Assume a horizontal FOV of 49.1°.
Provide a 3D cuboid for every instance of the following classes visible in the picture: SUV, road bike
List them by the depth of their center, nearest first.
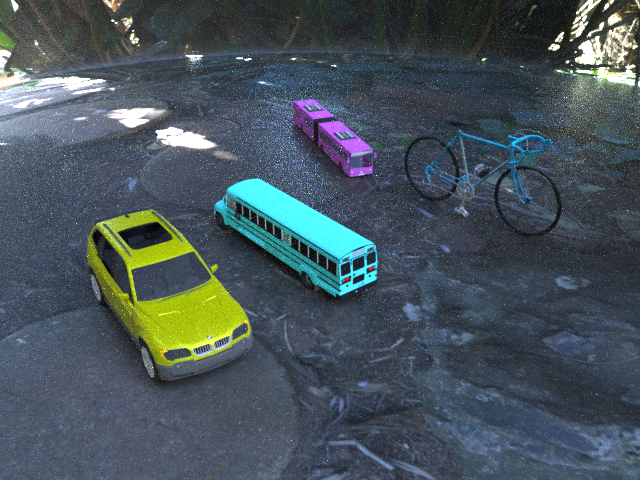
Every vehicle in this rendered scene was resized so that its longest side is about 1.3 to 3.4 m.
[{"bbox_3d":[-2.010,0.553,8.837,1.276,1.128,3.058,-18,33,-29],"label":"SUV"},{"bbox_3d":[2.567,-1.131,11.357,3.004,1.656,0.697,25,38,38],"label":"road bike"}]

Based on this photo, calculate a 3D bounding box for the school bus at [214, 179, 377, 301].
[{"bbox_3d":[-0.507,-0.141,10.397,0.709,0.844,3.322,-21,35,-33],"label":"school bus"}]

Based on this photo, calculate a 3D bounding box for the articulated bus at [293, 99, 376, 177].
[{"bbox_3d":[0.198,-2.161,14.368,0.605,0.561,3.401,-10,30,-18],"label":"articulated bus"}]
